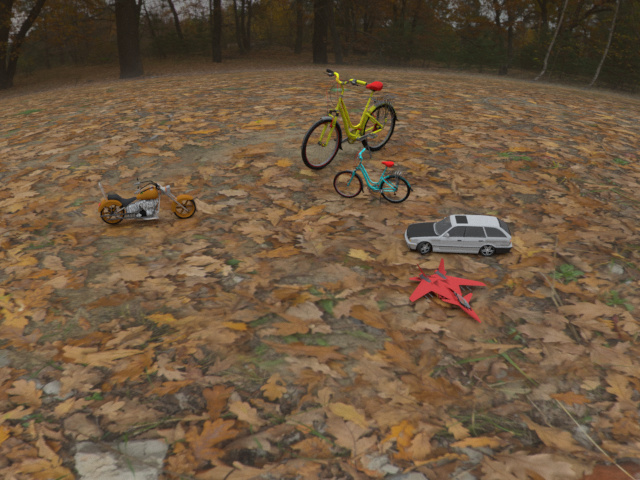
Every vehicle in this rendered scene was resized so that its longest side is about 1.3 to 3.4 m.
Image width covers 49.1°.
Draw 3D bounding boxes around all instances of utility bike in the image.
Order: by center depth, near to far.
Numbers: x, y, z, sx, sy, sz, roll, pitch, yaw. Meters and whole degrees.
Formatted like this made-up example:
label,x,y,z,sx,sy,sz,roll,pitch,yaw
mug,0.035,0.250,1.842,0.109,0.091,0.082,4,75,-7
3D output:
label,x,y,z,sx,sy,sz,roll,pitch,yaw
utility bike,0.910,-1.087,12.131,1.435,0.946,0.535,7,27,14
utility bike,0.737,-2.437,13.865,2.791,1.839,1.039,-23,34,-38

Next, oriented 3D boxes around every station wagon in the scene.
label,x,y,z,sx,sy,sz,roll,pitch,yaw
station wagon,2.098,-0.106,10.669,1.597,0.473,0.682,2,26,4

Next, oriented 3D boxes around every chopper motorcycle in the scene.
label,x,y,z,sx,sy,sz,roll,pitch,yaw
chopper motorcycle,-2.833,-0.650,11.450,1.563,0.761,0.466,-7,27,-14

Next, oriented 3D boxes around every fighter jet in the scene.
label,x,y,z,sx,sy,sz,roll,pitch,yaw
fighter jet,1.763,0.678,9.285,1.147,0.286,1.358,-10,28,-19
